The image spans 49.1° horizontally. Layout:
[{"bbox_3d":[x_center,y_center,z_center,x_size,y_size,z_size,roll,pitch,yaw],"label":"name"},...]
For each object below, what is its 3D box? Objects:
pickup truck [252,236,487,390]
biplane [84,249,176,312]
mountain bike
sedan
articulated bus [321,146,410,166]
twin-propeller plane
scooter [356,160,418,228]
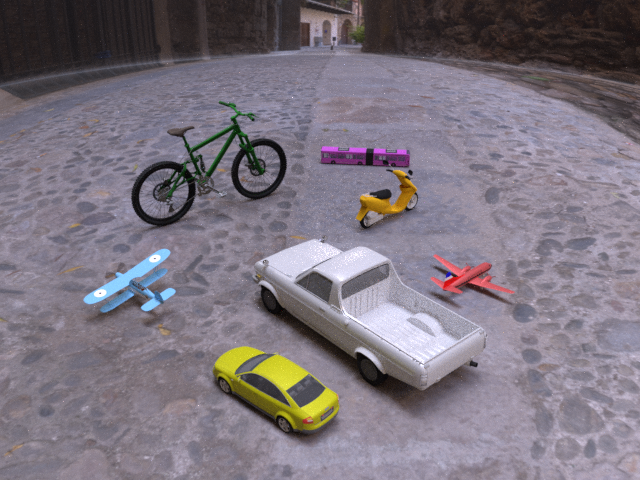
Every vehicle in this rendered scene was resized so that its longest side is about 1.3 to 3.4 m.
[{"bbox_3d":[0.489,0.739,8.571,1.244,0.993,3.117,-22,36,-35],"label":"pickup truck"},{"bbox_3d":[-2.416,0.646,9.253,1.090,0.504,1.336,23,36,36],"label":"biplane"},{"bbox_3d":[-1.763,-1.244,11.495,2.857,1.688,1.114,-19,34,-31],"label":"mountain bike"},{"bbox_3d":[-0.515,1.543,7.624,1.613,0.483,0.635,23,36,35],"label":"sedan"},{"bbox_3d":[0.875,-1.632,13.677,1.749,0.289,0.311,3,29,6],"label":"articulated bus"},{"bbox_3d":[2.051,0.466,9.688,1.095,0.407,1.370,-23,36,-36],"label":"twin-propeller plane"},{"bbox_3d":[1.131,-0.751,11.393,1.399,0.919,0.662,-22,36,-35],"label":"scooter"}]
